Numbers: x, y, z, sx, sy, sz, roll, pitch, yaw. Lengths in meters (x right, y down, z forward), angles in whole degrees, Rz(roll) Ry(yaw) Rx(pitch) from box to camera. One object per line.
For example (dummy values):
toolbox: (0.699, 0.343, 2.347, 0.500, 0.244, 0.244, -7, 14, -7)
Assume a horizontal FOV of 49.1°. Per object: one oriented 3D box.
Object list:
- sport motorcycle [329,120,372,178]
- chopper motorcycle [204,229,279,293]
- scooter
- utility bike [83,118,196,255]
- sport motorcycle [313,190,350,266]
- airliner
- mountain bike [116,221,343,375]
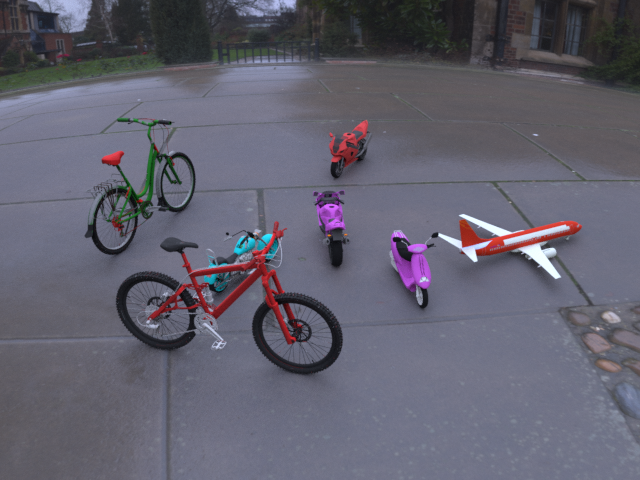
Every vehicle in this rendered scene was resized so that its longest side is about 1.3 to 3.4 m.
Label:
sport motorcycle: (0.585, -1.808, 13.827, 0.506, 0.821, 1.520, 14, 31, 24)
chopper motorcycle: (-1.111, 0.188, 10.130, 0.466, 0.761, 1.563, 17, 32, 29)
scooter: (1.264, 0.260, 9.826, 0.662, 0.919, 1.399, -6, 29, -12)
utility bike: (-2.924, -0.989, 11.197, 1.039, 1.839, 2.791, 12, 30, 22)
sport motorcycle: (0.183, -0.227, 10.846, 0.506, 0.821, 1.520, -3, 28, -6)
airliner: (3.094, -0.165, 10.715, 2.541, 0.835, 2.257, -13, 31, -23)
mountain bike: (-1.122, 0.715, 8.148, 2.857, 1.688, 1.114, 7, 29, 14)
